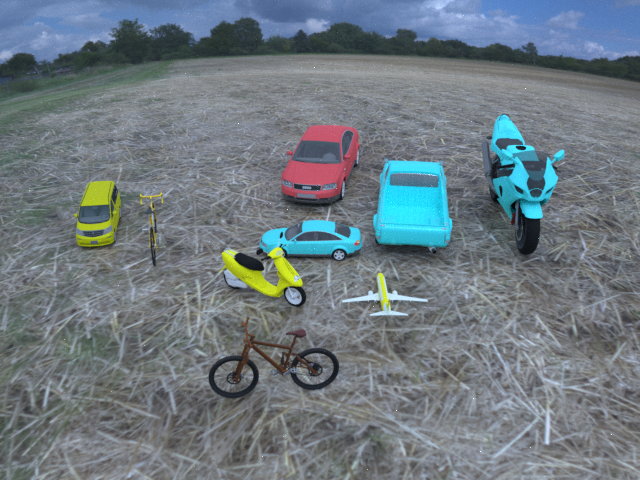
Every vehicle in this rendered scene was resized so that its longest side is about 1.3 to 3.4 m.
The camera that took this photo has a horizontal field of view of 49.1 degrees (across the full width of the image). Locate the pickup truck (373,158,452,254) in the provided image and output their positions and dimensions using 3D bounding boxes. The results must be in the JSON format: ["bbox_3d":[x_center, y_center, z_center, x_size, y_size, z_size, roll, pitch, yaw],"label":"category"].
[{"bbox_3d":[1.574,-0.738,11.835,1.244,0.993,3.117,3,27,6],"label":"pickup truck"}]

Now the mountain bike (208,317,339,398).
[{"bbox_3d":[-0.509,1.352,7.788,1.469,0.868,0.573,-4,27,-8],"label":"mountain bike"}]

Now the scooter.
[{"bbox_3d":[-0.808,0.385,9.669,1.399,0.919,0.662,13,29,25],"label":"scooter"}]

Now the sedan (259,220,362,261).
[{"bbox_3d":[-0.145,-0.029,10.984,1.613,0.483,0.635,1,27,2],"label":"sedan"}]

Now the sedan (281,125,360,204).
[{"bbox_3d":[0.051,-1.631,13.682,1.235,0.940,3.137,5,27,10],"label":"sedan"}]

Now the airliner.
[{"bbox_3d":[0.882,0.679,9.626,1.161,0.429,1.307,0,27,-1],"label":"airliner"}]

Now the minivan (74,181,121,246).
[{"bbox_3d":[-3.690,-0.446,11.672,0.681,0.616,1.548,-4,27,-8],"label":"minivan"}]

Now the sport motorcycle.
[{"bbox_3d":[3.263,-1.000,11.683,0.983,1.596,2.955,1,27,2],"label":"sport motorcycle"}]

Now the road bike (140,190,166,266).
[{"bbox_3d":[-2.618,-0.221,10.958,0.358,0.852,1.545,-5,27,-10],"label":"road bike"}]
